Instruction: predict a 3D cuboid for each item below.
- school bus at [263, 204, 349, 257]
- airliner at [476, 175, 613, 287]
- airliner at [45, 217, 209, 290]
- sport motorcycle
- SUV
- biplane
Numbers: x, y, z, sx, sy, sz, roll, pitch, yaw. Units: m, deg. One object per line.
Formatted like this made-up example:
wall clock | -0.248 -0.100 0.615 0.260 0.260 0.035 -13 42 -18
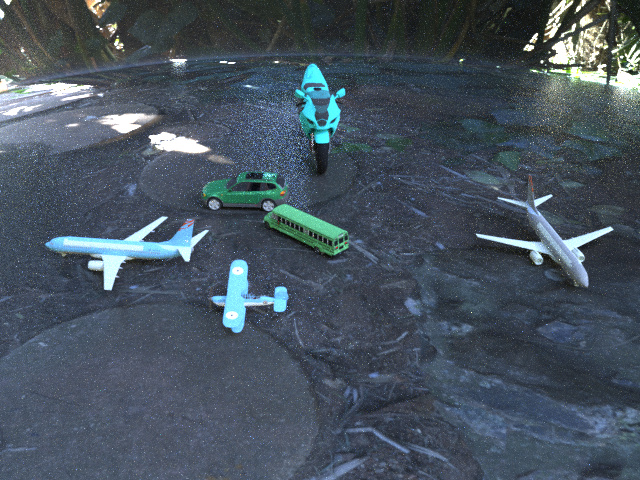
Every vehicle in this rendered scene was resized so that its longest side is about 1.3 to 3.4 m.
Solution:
school bus | -0.272 -0.190 11.410 1.708 0.434 0.365 25 38 38
airliner | 3.654 -0.156 10.937 2.257 0.835 2.541 -3 29 -5
airliner | -3.067 -0.030 10.709 2.541 0.835 2.257 5 29 8
sport motorcycle | -0.058 -2.571 14.503 0.983 1.596 2.955 -2 29 -4
SUV | -1.343 -0.905 12.548 1.572 0.580 0.656 2 29 3
biplane | -0.976 0.826 9.508 1.090 0.504 1.336 0 29 0
